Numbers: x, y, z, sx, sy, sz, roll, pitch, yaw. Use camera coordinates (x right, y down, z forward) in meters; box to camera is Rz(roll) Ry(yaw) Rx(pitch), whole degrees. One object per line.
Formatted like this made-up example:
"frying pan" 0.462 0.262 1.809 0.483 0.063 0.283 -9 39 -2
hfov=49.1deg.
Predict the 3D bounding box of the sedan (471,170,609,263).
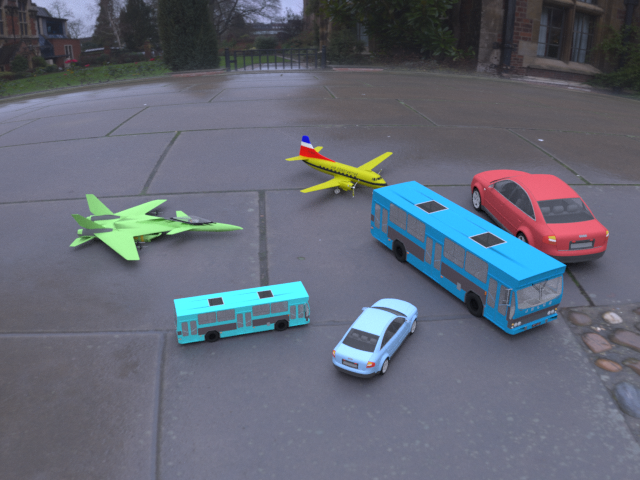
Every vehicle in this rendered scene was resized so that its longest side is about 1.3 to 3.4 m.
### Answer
"sedan" 3.451 -0.590 11.361 1.235 0.940 3.137 -5 27 -10

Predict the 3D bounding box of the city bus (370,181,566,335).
"city bus" 1.927 0.160 9.923 0.926 0.894 3.255 -14 30 -26

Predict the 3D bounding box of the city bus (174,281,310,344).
"city bus" -0.985 0.931 8.879 1.674 0.460 0.476 -7 28 -14

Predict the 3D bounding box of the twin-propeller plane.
"twin-propeller plane" 0.404 -1.393 13.115 2.129 0.792 2.663 21 33 35

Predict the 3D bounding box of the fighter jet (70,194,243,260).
"fighter jet" -2.565 -0.330 11.270 2.640 0.557 2.229 0 27 0

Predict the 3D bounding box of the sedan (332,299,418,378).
"sedan" 0.707 1.097 8.524 0.635 0.483 1.613 14 30 25
